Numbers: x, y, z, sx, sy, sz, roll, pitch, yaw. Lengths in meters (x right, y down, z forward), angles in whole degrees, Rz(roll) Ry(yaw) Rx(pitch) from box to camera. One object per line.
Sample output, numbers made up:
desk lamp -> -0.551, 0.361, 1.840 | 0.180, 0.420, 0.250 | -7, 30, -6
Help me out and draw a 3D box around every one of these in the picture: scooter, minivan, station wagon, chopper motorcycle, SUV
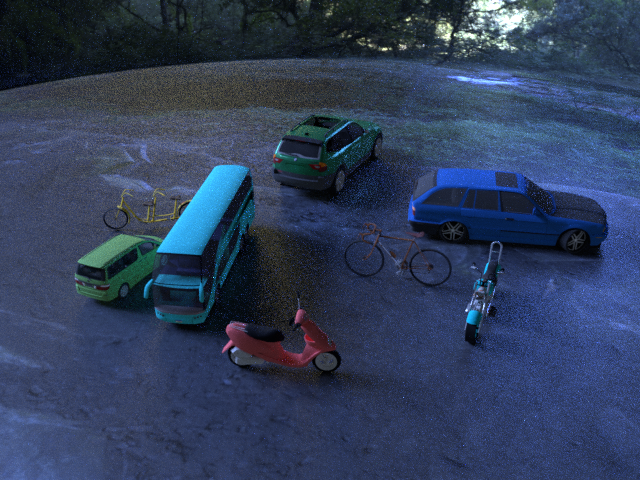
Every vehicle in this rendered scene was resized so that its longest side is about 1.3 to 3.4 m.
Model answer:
scooter -> -0.448, 1.119, 8.070 | 1.399, 0.919, 0.662 | 3, 28, 5
minivan -> -2.767, 0.282, 9.958 | 0.681, 0.616, 1.548 | 12, 30, 21
station wagon -> 2.993, -0.549, 11.190 | 3.105, 0.920, 1.327 | 5, 29, 9
chopper motorcycle -> 2.131, 0.662, 9.092 | 0.466, 0.761, 1.563 | 11, 30, 20
SUV -> 0.206, -1.847, 13.400 | 1.276, 1.128, 3.058 | 13, 31, 22

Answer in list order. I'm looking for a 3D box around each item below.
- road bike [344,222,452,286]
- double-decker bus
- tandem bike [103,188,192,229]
road bike -> 1.085, 0.211, 9.840 | 1.545, 0.852, 0.358 | 8, 29, 14
double-decker bus -> -1.594, -0.012, 10.045 | 0.756, 1.052, 3.251 | 4, 28, 7
tandem bike -> -2.705, -0.524, 11.396 | 1.642, 0.682, 0.283 | -5, 29, -9
